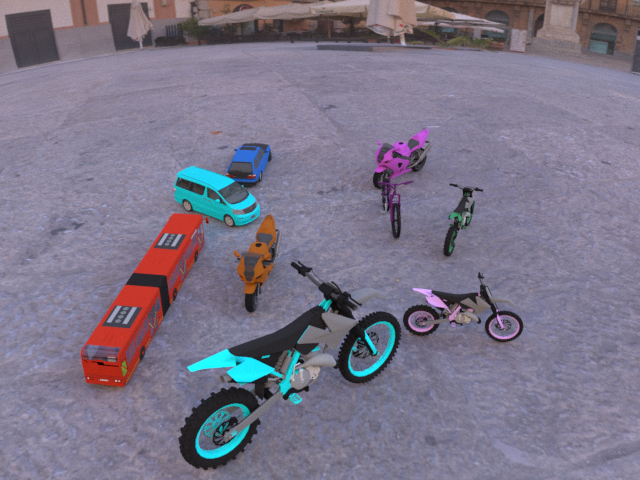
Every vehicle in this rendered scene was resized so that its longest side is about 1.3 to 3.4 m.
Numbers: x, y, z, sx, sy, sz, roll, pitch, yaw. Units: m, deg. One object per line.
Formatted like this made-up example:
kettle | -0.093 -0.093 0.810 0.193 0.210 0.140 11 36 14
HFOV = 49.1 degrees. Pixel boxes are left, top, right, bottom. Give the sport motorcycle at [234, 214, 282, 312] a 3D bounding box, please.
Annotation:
sport motorcycle | -0.834 0.313 9.736 0.506 0.821 1.520 4 31 7

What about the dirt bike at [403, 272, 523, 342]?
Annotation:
dirt bike | 1.797 0.883 8.734 1.493 0.857 0.527 4 31 7

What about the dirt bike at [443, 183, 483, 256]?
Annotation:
dirt bike | 2.188 -0.385 10.884 0.527 0.857 1.493 14 33 22

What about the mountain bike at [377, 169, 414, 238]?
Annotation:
mountain bike | 1.155 -0.669 11.356 0.573 0.868 1.469 -3 31 -4

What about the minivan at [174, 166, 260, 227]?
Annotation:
minivan | -1.729 -0.743 11.730 1.548 0.616 0.681 19 36 29

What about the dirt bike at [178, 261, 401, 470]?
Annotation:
dirt bike | -0.212 1.233 7.342 2.903 1.666 1.024 -22 37 -32

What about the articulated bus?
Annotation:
articulated bus | -2.247 0.644 9.430 0.605 0.561 3.401 4 31 7

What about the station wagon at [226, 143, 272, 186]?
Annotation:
station wagon | -1.330 -1.524 13.195 0.682 0.473 1.597 3 31 6

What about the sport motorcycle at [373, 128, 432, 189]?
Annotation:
sport motorcycle | 1.487 -1.495 12.804 0.506 0.821 1.520 26 39 37
